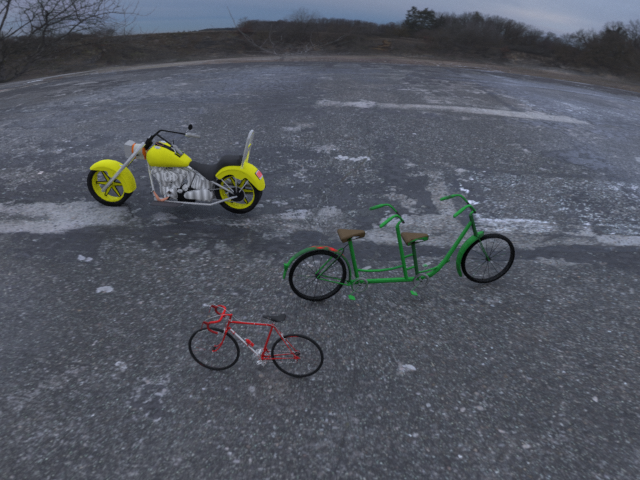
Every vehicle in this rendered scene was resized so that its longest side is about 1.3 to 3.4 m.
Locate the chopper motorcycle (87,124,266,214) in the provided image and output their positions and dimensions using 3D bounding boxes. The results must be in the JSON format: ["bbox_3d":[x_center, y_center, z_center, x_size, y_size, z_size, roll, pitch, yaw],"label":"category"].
[{"bbox_3d":[-2.390,-1.169,11.411,3.040,1.480,0.906,5,29,9],"label":"chopper motorcycle"}]

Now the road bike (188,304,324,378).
[{"bbox_3d":[-0.724,1.147,7.774,1.545,0.852,0.358,4,29,7],"label":"road bike"}]

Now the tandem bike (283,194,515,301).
[{"bbox_3d":[1.088,0.123,9.175,3.192,1.326,0.550,-5,29,-9],"label":"tandem bike"}]
